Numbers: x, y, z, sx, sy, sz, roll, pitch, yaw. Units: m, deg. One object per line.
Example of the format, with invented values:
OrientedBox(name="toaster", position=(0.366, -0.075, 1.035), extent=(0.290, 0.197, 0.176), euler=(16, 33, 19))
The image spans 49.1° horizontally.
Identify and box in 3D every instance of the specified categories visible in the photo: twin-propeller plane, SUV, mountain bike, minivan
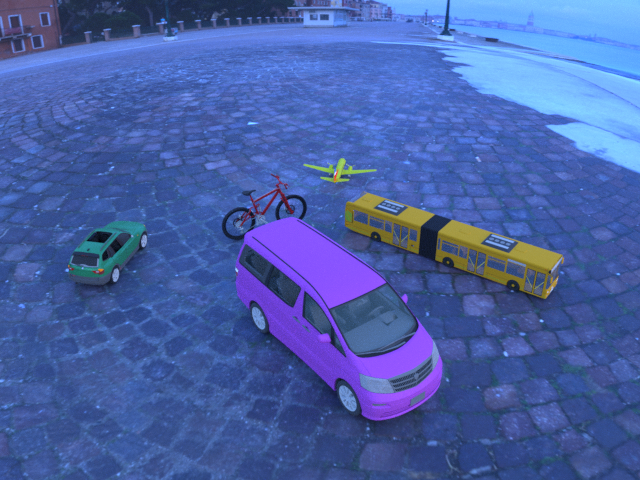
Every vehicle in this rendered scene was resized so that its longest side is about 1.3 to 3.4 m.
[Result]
OrientedBox(name="twin-propeller plane", position=(0.348, -1.320, 12.871), extent=(1.370, 0.407, 1.095), euler=(5, 32, 9))
OrientedBox(name="SUV", position=(-3.123, 0.098, 10.355), extent=(0.656, 0.580, 1.572), euler=(6, 32, 10))
OrientedBox(name="mountain bike", position=(-0.867, -0.497, 11.063), extent=(1.469, 0.868, 0.573), euler=(-15, 34, -24))
OrientedBox(name="minivan", position=(0.161, 0.850, 8.514), extent=(1.324, 1.197, 3.011), euler=(-21, 37, -31))

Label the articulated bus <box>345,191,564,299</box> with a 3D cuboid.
OrientedBox(name="articulated bus", position=(1.902, 0.019, 10.505), extent=(3.401, 0.561, 0.605), euler=(21, 37, 30))
